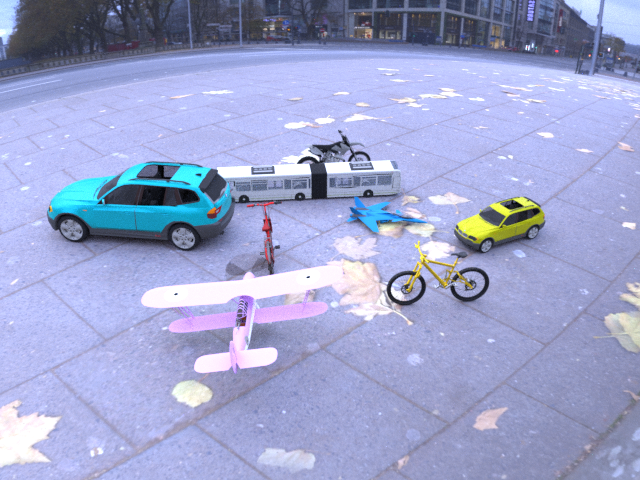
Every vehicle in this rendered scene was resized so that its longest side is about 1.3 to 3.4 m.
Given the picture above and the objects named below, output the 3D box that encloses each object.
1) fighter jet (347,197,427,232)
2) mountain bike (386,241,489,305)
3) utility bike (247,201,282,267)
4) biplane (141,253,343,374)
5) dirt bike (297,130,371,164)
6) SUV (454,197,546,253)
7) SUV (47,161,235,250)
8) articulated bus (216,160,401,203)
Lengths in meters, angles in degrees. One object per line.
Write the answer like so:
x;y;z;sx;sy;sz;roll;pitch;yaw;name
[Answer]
1.183;-0.455;12.045;1.358;0.286;1.147;8;31;13;fighter jet
1.660;0.514;9.762;1.469;0.868;0.573;-3;30;-5;mountain bike
-0.835;-0.080;10.725;0.535;0.946;1.435;-2;30;-4;utility bike
-1.008;0.986;8.823;2.598;0.981;2.120;0;30;0;biplane
0.264;-1.632;13.529;1.493;0.857;0.527;-6;30;-11;dirt bike
2.957;-0.295;11.468;1.572;0.580;0.656;-14;33;-23;SUV
-2.951;-0.662;11.559;3.058;1.128;1.276;4;30;7;SUV
-0.228;-1.081;12.864;3.401;0.561;0.605;-3;30;-5;articulated bus
